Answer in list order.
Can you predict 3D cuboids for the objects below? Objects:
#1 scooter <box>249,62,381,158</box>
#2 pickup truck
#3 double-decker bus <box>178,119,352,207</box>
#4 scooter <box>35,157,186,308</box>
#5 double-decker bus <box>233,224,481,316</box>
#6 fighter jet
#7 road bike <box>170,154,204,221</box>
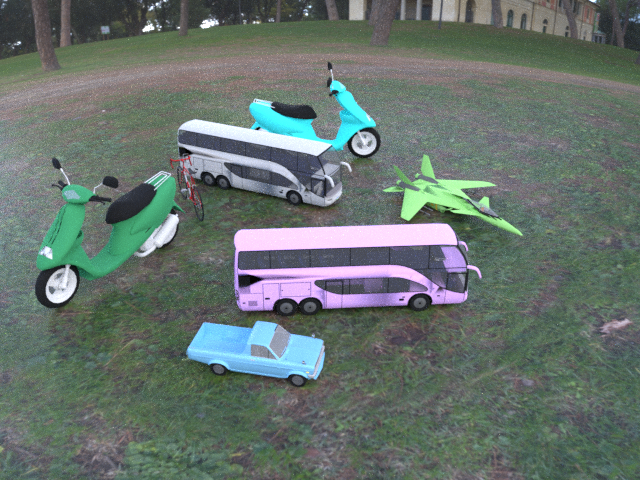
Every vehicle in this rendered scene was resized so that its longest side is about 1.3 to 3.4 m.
[{"bbox_3d":[-0.142,-2.457,13.750,2.721,1.786,1.288,1,29,1],"label":"scooter"},{"bbox_3d":[-0.754,1.284,8.345,1.603,0.511,0.640,6,30,11],"label":"pickup truck"},{"bbox_3d":[-1.065,-1.386,12.583,3.251,1.052,0.756,14,32,23],"label":"double-decker bus"},{"bbox_3d":[-2.959,-0.309,9.894,1.288,1.786,2.721,18,34,29],"label":"scooter"},{"bbox_3d":[0.475,0.376,9.420,3.251,1.052,0.756,-2,29,-3],"label":"double-decker bus"},{"bbox_3d":[2.388,-0.726,11.907,2.229,0.557,2.640,-21,35,-33],"label":"fighter jet"},{"bbox_3d":[-2.231,-0.921,11.953,0.358,0.852,1.545,-13,32,-22],"label":"road bike"}]
